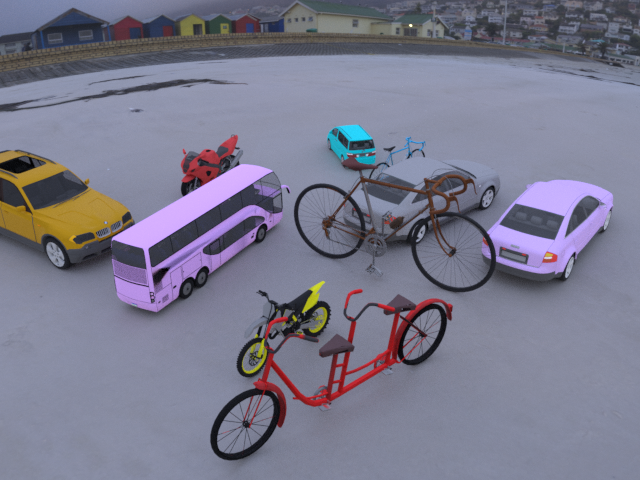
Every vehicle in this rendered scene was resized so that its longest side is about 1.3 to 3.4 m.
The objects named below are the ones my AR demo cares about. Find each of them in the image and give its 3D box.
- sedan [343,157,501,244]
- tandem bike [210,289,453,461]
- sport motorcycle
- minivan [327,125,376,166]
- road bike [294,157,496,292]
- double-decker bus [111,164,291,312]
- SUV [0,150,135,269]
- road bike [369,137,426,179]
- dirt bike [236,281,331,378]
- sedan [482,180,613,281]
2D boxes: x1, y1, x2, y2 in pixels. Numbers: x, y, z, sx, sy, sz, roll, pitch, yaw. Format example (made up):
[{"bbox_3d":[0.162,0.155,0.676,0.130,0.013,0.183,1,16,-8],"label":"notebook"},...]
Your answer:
[{"bbox_3d":[1.724,-0.824,11.265,3.137,0.940,1.235,-24,36,-37],"label":"sedan"},{"bbox_3d":[0.261,1.152,7.121,3.192,1.326,0.550,-20,34,-33],"label":"tandem bike"},{"bbox_3d":[-1.912,-1.285,12.263,0.506,0.821,1.520,17,32,28],"label":"sport motorcycle"},{"bbox_3d":[0.593,-1.917,13.676,0.681,0.616,1.548,-7,29,-13],"label":"minivan"},{"bbox_3d":[0.929,-0.265,9.443,3.004,1.656,0.696,15,31,26],"label":"road bike"},{"bbox_3d":[-1.570,-0.161,9.893,0.756,1.052,3.251,14,31,25],"label":"double-decker bus"},{"bbox_3d":[-4.196,-0.569,10.581,3.058,1.128,1.276,17,33,30],"label":"SUV"},{"bbox_3d":[1.369,-1.314,12.285,1.545,0.852,0.358,-25,36,-38],"label":"road bike"},{"bbox_3d":[-0.384,0.959,7.985,0.527,0.857,1.493,23,36,37],"label":"dirt bike"},{"bbox_3d":[3.464,-0.352,10.373,1.235,0.940,3.137,19,33,32],"label":"sedan"}]
